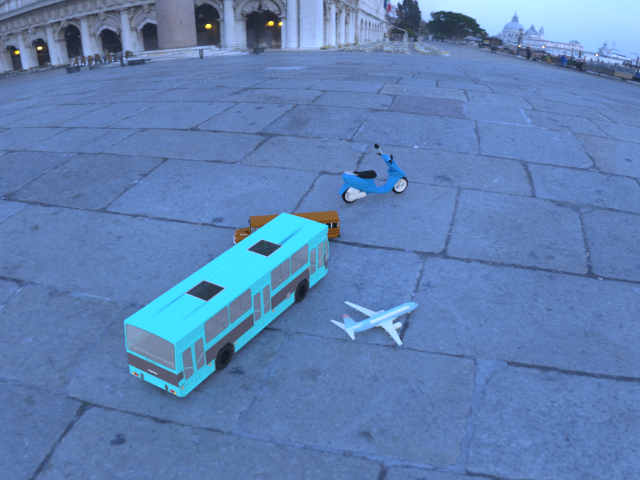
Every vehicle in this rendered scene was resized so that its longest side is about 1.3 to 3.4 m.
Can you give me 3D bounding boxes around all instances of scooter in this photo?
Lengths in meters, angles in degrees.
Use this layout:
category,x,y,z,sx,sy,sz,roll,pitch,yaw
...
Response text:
category,x,y,z,sx,sy,sz,roll,pitch,yaw
scooter,0.982,-1.165,12.541,1.399,0.919,0.662,-12,31,-21

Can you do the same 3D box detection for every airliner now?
category,x,y,z,sx,sy,sz,roll,pitch,yaw
airliner,0.806,0.959,9.244,1.307,0.429,1.161,-19,34,-30

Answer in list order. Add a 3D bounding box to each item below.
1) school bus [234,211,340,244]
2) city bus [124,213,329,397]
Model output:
category,x,y,z,sx,sy,sz,roll,pitch,yaw
school bus,-0.540,-0.181,11.279,1.708,0.434,0.365,-4,29,-7
city bus,-1.055,0.742,9.155,0.926,0.894,3.255,17,33,27
